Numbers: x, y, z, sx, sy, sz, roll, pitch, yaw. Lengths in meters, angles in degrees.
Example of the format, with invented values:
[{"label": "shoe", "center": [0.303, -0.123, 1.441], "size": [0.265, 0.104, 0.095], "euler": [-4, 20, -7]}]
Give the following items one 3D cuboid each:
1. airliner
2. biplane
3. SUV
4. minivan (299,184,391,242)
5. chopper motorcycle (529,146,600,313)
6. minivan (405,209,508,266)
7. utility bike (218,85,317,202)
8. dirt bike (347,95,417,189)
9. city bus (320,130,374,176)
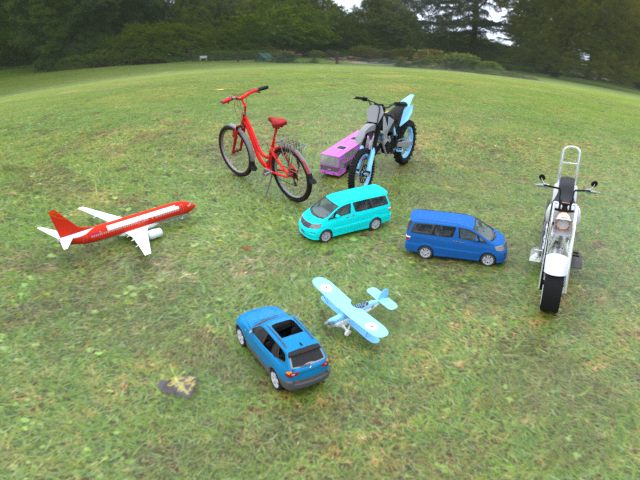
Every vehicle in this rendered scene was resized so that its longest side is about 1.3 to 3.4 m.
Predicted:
[{"label": "airliner", "center": [-3.093, -0.420, 11.211], "size": [2.541, 0.835, 2.257], "euler": [-22, 35, -37]}, {"label": "biplane", "center": [0.491, 0.912, 8.972], "size": [1.090, 0.504, 1.336], "euler": [-20, 33, -34]}, {"label": "SUV", "center": [-0.470, 1.189, 8.348], "size": [0.656, 0.580, 1.572], "euler": [-14, 30, -26]}, {"label": "minivan", "center": [0.403, -0.458, 11.525], "size": [1.548, 0.616, 0.681], "euler": [-14, 30, -25]}, {"label": "chopper motorcycle", "center": [3.490, -0.235, 10.141], "size": [0.906, 1.480, 3.040], "euler": [9, 29, 17]}, {"label": "minivan", "center": [2.099, -0.059, 10.746], "size": [1.548, 0.616, 0.681], "euler": [7, 28, 13]}, {"label": "utility bike", "center": [-1.107, -1.741, 12.687], "size": [1.039, 1.839, 2.791], "euler": [-23, 35, -37]}, {"label": "dirt bike", "center": [1.247, -1.920, 13.226], "size": [1.024, 1.666, 2.903], "euler": [14, 30, 26]}, {"label": "city bus", "center": [0.580, -1.756, 14.228], "size": [0.476, 0.460, 1.674], "euler": [14, 30, 25]}]
